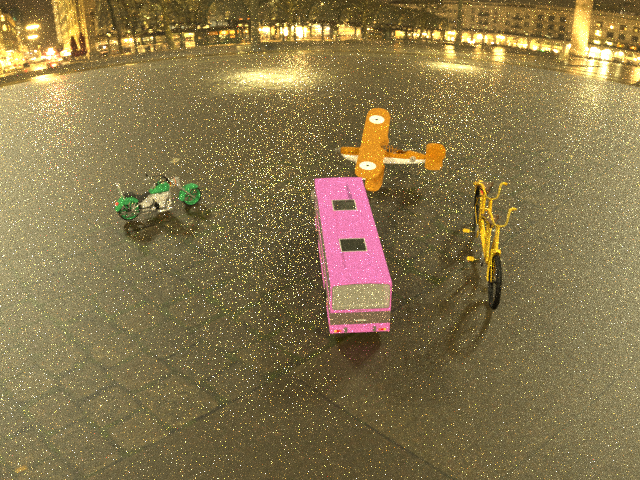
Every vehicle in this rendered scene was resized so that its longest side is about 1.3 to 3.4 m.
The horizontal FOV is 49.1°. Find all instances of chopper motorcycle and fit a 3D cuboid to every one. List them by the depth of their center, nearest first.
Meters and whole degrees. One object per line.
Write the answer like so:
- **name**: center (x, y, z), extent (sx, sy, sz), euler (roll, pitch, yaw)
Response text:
- **chopper motorcycle**: center (-2.826, -0.813, 12.243), extent (1.563, 0.761, 0.466), euler (-18, 34, -29)

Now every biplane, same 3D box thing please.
- **biplane**: center (1.327, -1.617, 13.431), extent (2.120, 0.981, 2.598), euler (5, 30, 8)

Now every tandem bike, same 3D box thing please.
- **tandem bike**: center (2.563, -0.241, 10.670), extent (0.550, 1.326, 3.192), euler (3, 30, 5)

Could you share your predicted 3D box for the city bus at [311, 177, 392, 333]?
- **city bus**: center (0.414, 0.145, 10.430), extent (0.926, 0.894, 3.255), euler (-2, 30, -3)
